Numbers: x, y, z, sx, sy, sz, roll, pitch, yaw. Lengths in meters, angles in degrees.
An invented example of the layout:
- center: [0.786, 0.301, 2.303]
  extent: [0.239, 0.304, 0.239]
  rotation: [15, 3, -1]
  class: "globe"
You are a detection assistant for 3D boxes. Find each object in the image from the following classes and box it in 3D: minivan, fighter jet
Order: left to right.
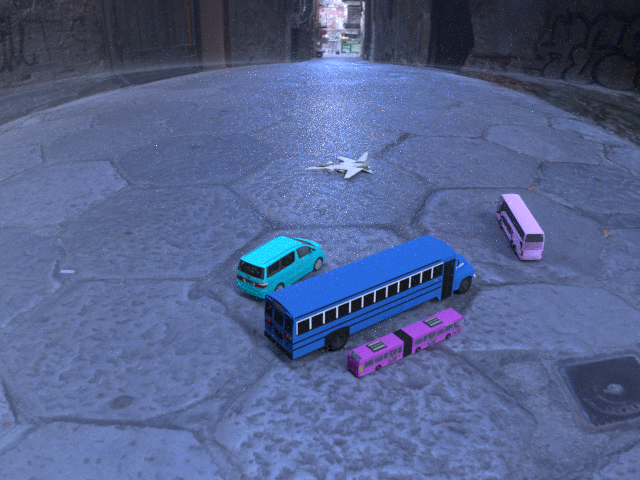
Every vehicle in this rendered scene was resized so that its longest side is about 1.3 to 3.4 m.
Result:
- center: [-0.554, 0.308, 10.478]
  extent: [0.681, 0.616, 1.548]
  rotation: [20, 34, 32]
  class: "minivan"
- center: [0.357, -1.551, 14.274]
  extent: [1.358, 0.286, 1.147]
  rotation: [-3, 28, -6]
  class: "fighter jet"

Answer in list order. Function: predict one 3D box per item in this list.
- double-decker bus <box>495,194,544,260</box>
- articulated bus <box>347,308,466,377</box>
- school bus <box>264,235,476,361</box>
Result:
- center: [3.290, -0.256, 11.603]
  extent: [0.389, 0.541, 1.672]
  rotation: [-1, 28, -1]
  class: "double-decker bus"
- center: [1.125, 1.296, 8.989]
  extent: [1.749, 0.289, 0.311]
  rotation: [-18, 33, -29]
  class: "articulated bus"
- center: [0.811, 0.674, 9.558]
  extent: [3.322, 0.844, 0.709]
  rotation: [-19, 34, -31]
  class: "school bus"
